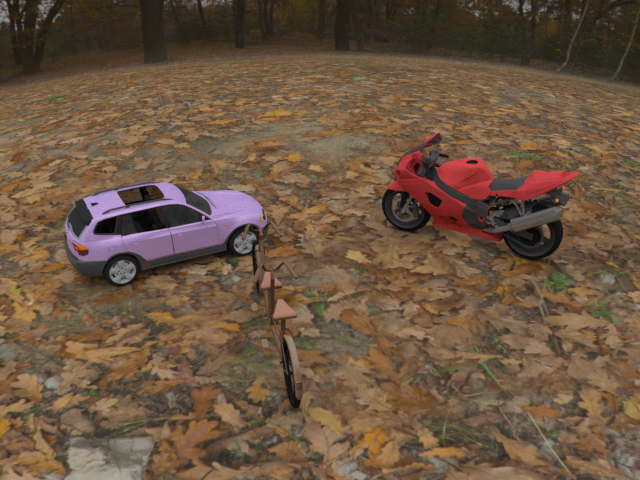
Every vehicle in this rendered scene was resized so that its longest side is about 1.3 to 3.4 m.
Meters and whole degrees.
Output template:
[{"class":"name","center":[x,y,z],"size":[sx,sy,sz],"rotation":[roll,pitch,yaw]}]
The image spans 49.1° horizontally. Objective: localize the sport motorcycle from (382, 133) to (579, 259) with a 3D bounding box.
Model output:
[{"class":"sport motorcycle","center":[2.355,-0.645,10.834],"size":[2.955,1.596,0.983],"rotation":[13,31,23]}]

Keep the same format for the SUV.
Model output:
[{"class":"SUV","center":[-2.302,-0.276,10.644],"size":[3.058,1.128,1.276],"rotation":[-14,32,-24]}]

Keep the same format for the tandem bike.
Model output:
[{"class":"tandem bike","center":[-0.585,0.712,8.623],"size":[0.550,1.326,3.192],"rotation":[-6,29,-12]}]
